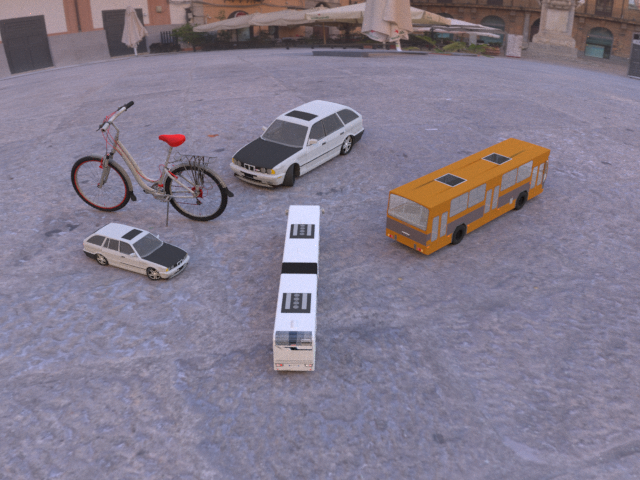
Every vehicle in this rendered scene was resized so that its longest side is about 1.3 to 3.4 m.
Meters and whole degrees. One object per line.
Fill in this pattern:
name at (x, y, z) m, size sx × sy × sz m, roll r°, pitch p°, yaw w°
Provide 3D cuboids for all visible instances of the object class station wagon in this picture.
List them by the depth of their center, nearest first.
station wagon at (-2.674, 0.128, 10.179) m, size 1.597 × 0.473 × 0.682 m, roll 13°, pitch 32°, yaw 23°
station wagon at (-0.391, -1.935, 13.393) m, size 1.327 × 0.920 × 3.105 m, roll 19°, pitch 34°, yaw 30°

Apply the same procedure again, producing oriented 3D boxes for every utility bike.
utility bike at (-2.744, -1.118, 11.002) m, size 2.791 × 1.839 × 1.039 m, roll 6°, pitch 30°, yaw 10°

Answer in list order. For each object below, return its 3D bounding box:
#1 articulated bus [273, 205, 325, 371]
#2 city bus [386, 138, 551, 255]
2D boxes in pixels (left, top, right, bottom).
articulated bus at (-0.263, 0.494, 9.439) m, size 0.605 × 0.561 × 3.401 m, roll 1°, pitch 29°, yaw 1°
city bus at (2.454, -0.738, 11.289) m, size 3.255 × 0.894 × 0.926 m, roll -25°, pitch 38°, yaw -37°
